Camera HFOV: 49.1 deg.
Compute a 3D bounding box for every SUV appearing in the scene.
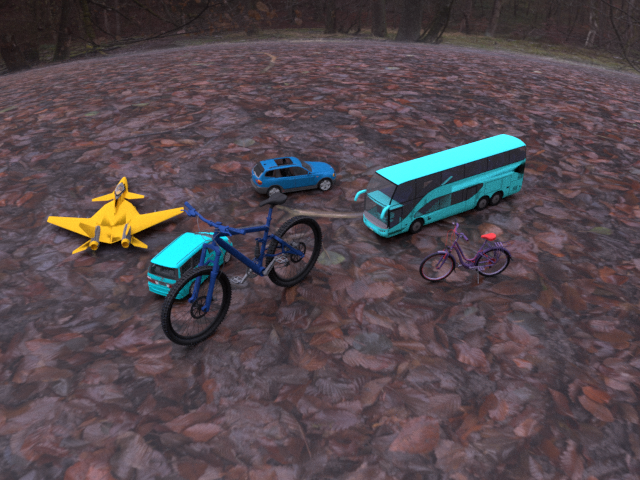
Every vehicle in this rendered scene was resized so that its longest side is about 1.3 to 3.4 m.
[{"bbox_3d":[-0.482,-1.208,12.804,1.572,0.580,0.656,-10,32,-16],"label":"SUV"}]

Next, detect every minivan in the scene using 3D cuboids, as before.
[{"bbox_3d":[-1.881,0.257,10.326,0.681,0.616,1.548,13,33,21],"label":"minivan"}]

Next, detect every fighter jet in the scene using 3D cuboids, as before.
[{"bbox_3d":[-3.460,-0.655,11.904,2.229,0.557,2.640,-4,31,-7],"label":"fighter jet"}]

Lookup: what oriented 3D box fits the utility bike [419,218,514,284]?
[{"bbox_3d":[2.156,0.210,10.084,1.435,0.946,0.535,-5,31,-8],"label":"utility bike"}]

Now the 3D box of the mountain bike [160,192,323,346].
[{"bbox_3d":[-0.965,0.241,9.311,1.114,1.688,2.857,25,39,35],"label":"mountain bike"}]

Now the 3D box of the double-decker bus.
[{"bbox_3d":[2.124,-0.930,11.882,3.251,1.052,0.756,-18,35,-28],"label":"double-decker bus"}]
